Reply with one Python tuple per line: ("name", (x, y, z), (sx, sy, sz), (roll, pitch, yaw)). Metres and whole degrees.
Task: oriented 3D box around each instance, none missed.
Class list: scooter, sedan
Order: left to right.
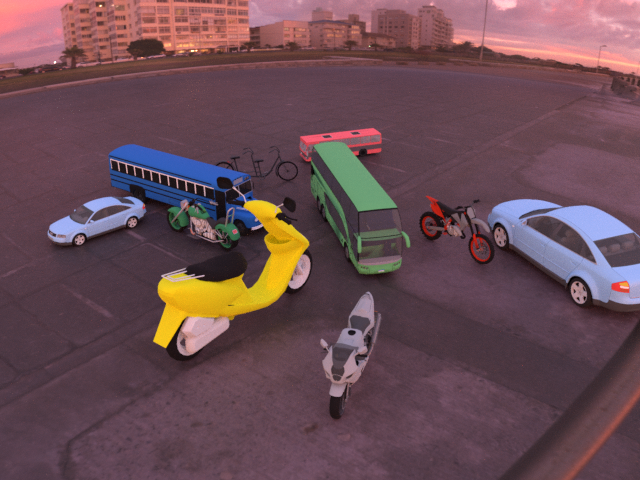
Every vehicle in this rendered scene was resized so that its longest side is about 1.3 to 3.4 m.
("sedan", (-3.608, -0.365, 11.338), (1.613, 0.483, 0.635), (-23, 35, -38))
("scooter", (-0.972, 0.276, 8.616), (1.288, 1.786, 2.721), (19, 33, 33))
("sedan", (3.647, -0.002, 10.110), (1.235, 0.940, 3.137), (-10, 29, -20))

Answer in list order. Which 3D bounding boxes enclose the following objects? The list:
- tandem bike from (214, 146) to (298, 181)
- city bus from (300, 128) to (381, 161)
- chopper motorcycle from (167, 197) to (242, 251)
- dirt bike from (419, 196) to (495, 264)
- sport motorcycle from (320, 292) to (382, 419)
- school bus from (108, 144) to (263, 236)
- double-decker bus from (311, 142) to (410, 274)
("tandem bike", (-1.236, -1.427, 13.226), (1.642, 0.682, 0.283), (-1, 27, -1))
("city bus", (0.431, -1.961, 14.535), (1.674, 0.460, 0.476), (-9, 28, -18))
("chopper motorcycle", (-1.860, -0.334, 10.966), (1.563, 0.761, 0.466), (20, 33, 34))
("dirt bike", (2.075, -0.218, 10.630), (0.527, 0.857, 1.493), (-19, 33, -33))
("sport motorcycle", (0.354, 1.258, 7.739), (0.506, 0.821, 1.520), (8, 28, 15))
("school bus", (-2.238, -0.909, 12.017), (3.322, 0.844, 0.709), (17, 31, 30))
("double-decker bus", (0.515, -0.565, 11.103), (0.756, 1.052, 3.251), (-6, 27, -12))
